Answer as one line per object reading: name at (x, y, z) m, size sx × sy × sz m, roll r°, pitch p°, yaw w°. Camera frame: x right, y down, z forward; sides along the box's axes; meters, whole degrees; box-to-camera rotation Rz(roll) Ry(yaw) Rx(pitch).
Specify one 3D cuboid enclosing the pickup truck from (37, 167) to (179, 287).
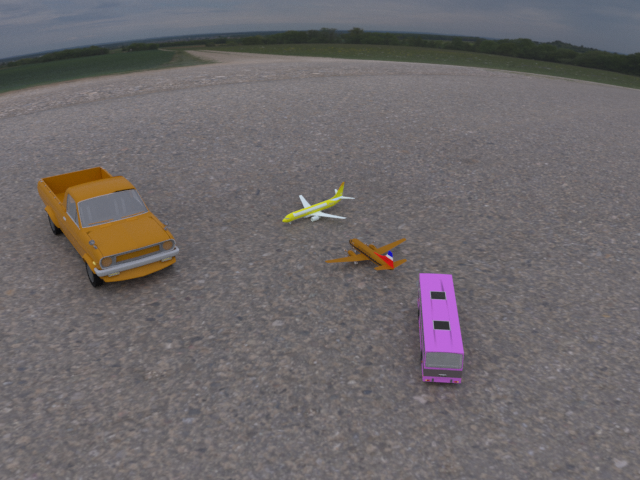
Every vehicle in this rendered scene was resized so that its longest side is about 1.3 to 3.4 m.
pickup truck at (-3.201, -0.395, 10.279) m, size 1.244 × 0.993 × 3.117 m, roll -17°, pitch 32°, yaw -30°

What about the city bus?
city bus at (1.377, 1.002, 8.148) m, size 0.476 × 0.460 × 1.674 m, roll 2°, pitch 27°, yaw 5°

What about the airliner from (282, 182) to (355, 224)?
airliner at (-0.081, -0.588, 11.269) m, size 1.307 × 0.429 × 1.161 m, roll -20°, pitch 34°, yaw -34°

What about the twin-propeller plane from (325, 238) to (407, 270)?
twin-propeller plane at (0.715, 0.155, 9.851) m, size 1.370 × 0.407 × 1.095 m, roll -15°, pitch 31°, yaw -27°
